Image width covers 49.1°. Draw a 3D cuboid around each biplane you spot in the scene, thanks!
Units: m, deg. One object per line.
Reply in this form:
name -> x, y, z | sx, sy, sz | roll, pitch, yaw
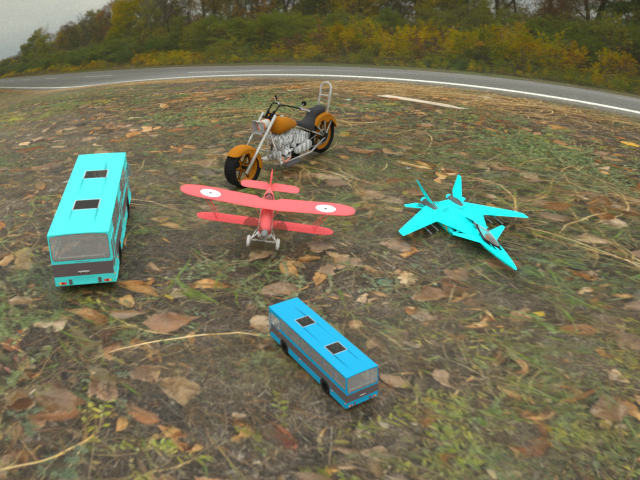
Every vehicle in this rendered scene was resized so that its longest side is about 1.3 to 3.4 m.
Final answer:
biplane -> -0.772, -0.493, 10.893 | 2.598, 0.981, 2.120 | 0, 26, -1

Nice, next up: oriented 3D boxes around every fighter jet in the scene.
fighter jet -> 2.380, -0.290, 10.959 | 2.229, 0.557, 2.640 | -8, 27, -16

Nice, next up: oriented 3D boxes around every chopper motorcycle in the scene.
chopper motorcycle -> -0.708, -2.070, 13.520 | 0.906, 1.480, 3.040 | 19, 32, 34

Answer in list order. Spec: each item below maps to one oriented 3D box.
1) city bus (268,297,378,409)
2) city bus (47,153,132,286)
city bus -> -0.002, 1.257, 7.940 | 0.476, 0.460, 1.674 | -16, 30, -29
city bus -> -3.448, -0.384, 10.771 | 0.926, 0.894, 3.255 | -4, 27, -9
